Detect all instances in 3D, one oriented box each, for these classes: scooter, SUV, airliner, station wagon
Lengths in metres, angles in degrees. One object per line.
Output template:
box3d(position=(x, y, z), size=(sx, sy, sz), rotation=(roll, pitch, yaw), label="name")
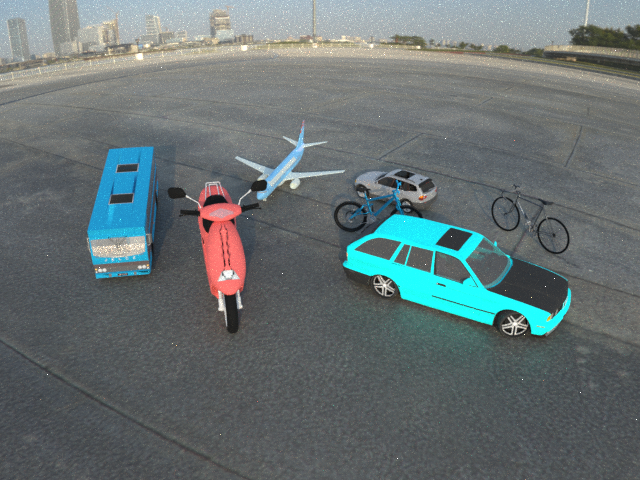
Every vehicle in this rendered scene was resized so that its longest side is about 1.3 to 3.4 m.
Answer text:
box3d(position=(-1.381, -0.087, 9.713), size=(1.288, 1.786, 2.721), rotation=(-6, 29, -11), label="scooter")
box3d(position=(1.353, -0.975, 12.604), size=(1.572, 0.580, 0.656), rotation=(21, 35, 34), label="SUV")
box3d(position=(-0.695, -1.515, 13.328), size=(2.257, 0.835, 2.541), rotation=(9, 30, 16), label="airliner")
box3d(position=(1.893, 0.394, 9.735), size=(3.105, 0.920, 1.327), rotation=(16, 32, 27), label="station wagon")

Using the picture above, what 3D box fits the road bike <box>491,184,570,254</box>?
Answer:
box3d(position=(3.352, -0.360, 11.190), size=(0.358, 0.852, 1.545), rotation=(-19, 34, -31), label="road bike")

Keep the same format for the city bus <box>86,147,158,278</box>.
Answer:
box3d(position=(-3.137, -0.523, 11.445), size=(0.926, 0.894, 3.255), rotation=(-5, 29, -8), label="city bus")

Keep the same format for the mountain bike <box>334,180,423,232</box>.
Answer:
box3d(position=(0.954, -0.485, 11.403), size=(1.469, 0.868, 0.573), rotation=(4, 29, 8), label="mountain bike")
